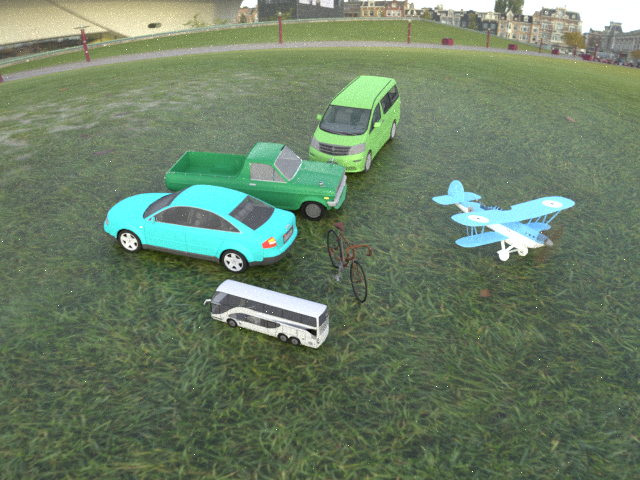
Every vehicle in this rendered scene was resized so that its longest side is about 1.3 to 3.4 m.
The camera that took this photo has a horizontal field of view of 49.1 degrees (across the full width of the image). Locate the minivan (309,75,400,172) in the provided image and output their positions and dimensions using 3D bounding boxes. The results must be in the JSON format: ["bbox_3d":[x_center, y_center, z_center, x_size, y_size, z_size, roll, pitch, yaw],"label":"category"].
[{"bbox_3d":[0.759,-2.395,14.291,1.324,1.197,3.011,11,31,18],"label":"minivan"}]

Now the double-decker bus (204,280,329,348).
[{"bbox_3d":[-0.694,0.940,9.080,1.672,0.541,0.389,13,32,21],"label":"double-decker bus"}]

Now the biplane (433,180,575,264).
[{"bbox_3d":[2.768,-0.334,10.879,2.598,0.981,2.120,-20,35,-31],"label":"biplane"}]

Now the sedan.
[{"bbox_3d":[-1.904,-0.319,10.895,3.137,0.940,1.235,10,31,17],"label":"sedan"}]

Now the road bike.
[{"bbox_3d":[0.373,0.244,9.991,0.358,0.852,1.545,-10,31,-17],"label":"road bike"}]

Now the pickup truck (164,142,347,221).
[{"bbox_3d":[-1.096,-1.132,12.273,3.117,0.993,1.244,6,30,10],"label":"pickup truck"}]
